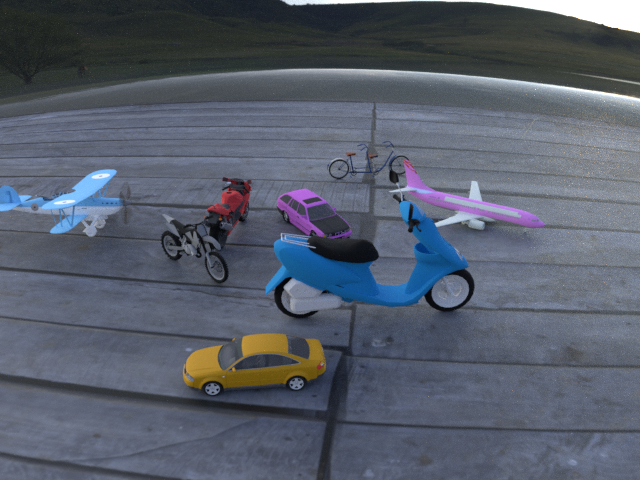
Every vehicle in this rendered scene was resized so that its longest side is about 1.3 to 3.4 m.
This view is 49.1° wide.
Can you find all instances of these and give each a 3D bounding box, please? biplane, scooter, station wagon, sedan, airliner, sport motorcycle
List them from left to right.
[{"bbox_3d":[-4.066,-0.581,11.205,2.120,0.981,2.598,0,27,0],"label":"biplane"},{"bbox_3d":[-1.438,-0.459,11.140,0.506,0.821,1.520,7,27,13],"label":"sport motorcycle"},{"bbox_3d":[-0.738,1.357,7.903,1.613,0.483,0.635,-3,27,-6],"label":"sedan"},{"bbox_3d":[-0.106,-0.424,11.456,0.682,0.473,1.597,-15,30,-27],"label":"station wagon"},{"bbox_3d":[0.664,0.174,8.806,2.721,1.786,1.288,-2,27,-4],"label":"scooter"},{"bbox_3d":[2.499,-0.730,11.664,2.541,0.835,2.257,15,30,27],"label":"airliner"}]

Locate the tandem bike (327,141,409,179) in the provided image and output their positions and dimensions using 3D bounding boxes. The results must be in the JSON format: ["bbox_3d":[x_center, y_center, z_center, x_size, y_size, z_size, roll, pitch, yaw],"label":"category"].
[{"bbox_3d":[0.940,-1.527,13.417,1.642,0.682,0.283,-5,27,-9],"label":"tandem bike"}]

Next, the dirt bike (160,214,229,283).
[{"bbox_3d":[-1.828,0.059,10.069,1.493,0.857,0.527,22,34,37],"label":"dirt bike"}]
